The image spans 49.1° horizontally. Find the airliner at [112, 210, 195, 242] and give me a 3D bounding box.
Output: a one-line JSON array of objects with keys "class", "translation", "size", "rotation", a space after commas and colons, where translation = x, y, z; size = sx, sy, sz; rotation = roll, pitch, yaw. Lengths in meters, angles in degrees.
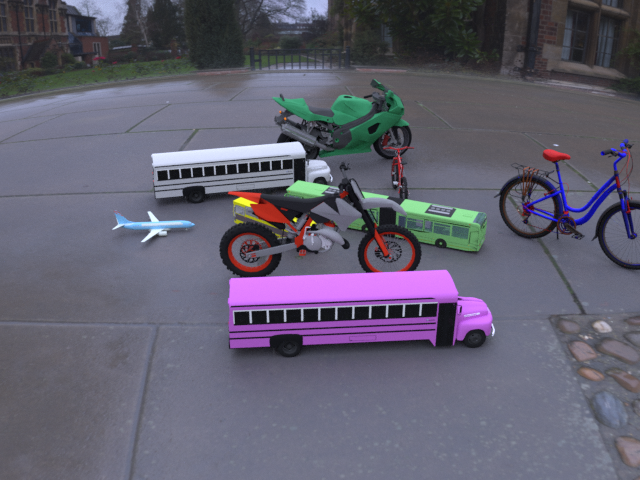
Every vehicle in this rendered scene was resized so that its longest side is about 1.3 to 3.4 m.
[{"class": "airliner", "translation": [-2.738, -0.323, 11.569], "size": [1.307, 0.429, 1.161], "rotation": [-3, 27, -7]}]

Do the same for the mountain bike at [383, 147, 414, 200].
[{"class": "mountain bike", "translation": [1.458, -1.188, 12.785], "size": [0.573, 0.868, 1.469], "rotation": [-2, 27, -3]}]

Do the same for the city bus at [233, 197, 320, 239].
[{"class": "city bus", "translation": [-0.683, -0.291, 11.472], "size": [1.674, 0.460, 0.476], "rotation": [20, 33, 34]}]

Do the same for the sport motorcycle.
[{"class": "sport motorcycle", "translation": [0.494, -2.308, 14.182], "size": [2.955, 1.596, 0.983], "rotation": [-7, 28, -14]}]

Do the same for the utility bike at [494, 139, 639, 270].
[{"class": "utility bike", "translation": [4.034, -0.696, 10.748], "size": [2.791, 1.839, 1.039], "rotation": [21, 33, 35]}]

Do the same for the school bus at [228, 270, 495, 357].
[{"class": "school bus", "translation": [0.527, 0.884, 8.739], "size": [3.322, 0.844, 0.709], "rotation": [-2, 27, -4]}]

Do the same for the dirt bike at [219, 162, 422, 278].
[{"class": "dirt bike", "translation": [-0.001, -0.161, 9.887], "size": [2.903, 1.666, 1.024], "rotation": [1, 27, 3]}]

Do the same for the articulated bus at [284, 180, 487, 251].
[{"class": "articulated bus", "translation": [1.016, -0.424, 11.621], "size": [3.401, 0.561, 0.605], "rotation": [12, 29, 22]}]

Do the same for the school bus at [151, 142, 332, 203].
[{"class": "school bus", "translation": [-1.414, -1.283, 12.998], "size": [3.322, 0.844, 0.709], "rotation": [-7, 28, -13]}]
